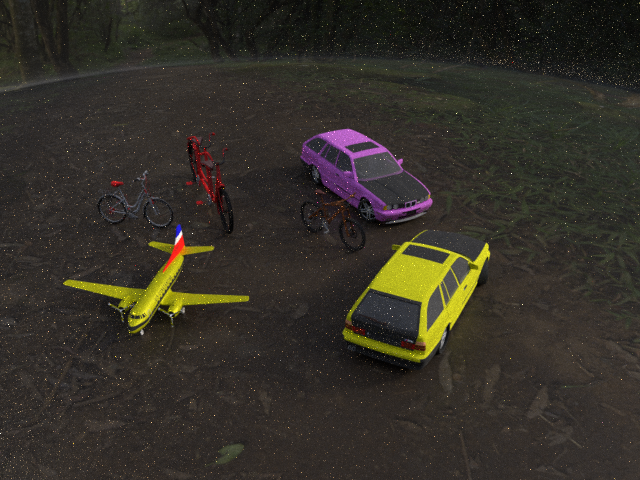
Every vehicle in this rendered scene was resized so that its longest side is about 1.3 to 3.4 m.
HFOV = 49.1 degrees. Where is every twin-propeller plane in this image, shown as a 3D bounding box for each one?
[{"bbox_3d":[-2.245,0.553,9.789,2.663,0.792,2.129,4,29,8],"label":"twin-propeller plane"}]

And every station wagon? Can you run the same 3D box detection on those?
[{"bbox_3d":[0.806,-1.290,13.022,1.327,0.920,3.105,-15,32,-25],"label":"station wagon"},{"bbox_3d":[1.455,0.547,9.666,1.327,0.920,3.105,14,32,24],"label":"station wagon"}]

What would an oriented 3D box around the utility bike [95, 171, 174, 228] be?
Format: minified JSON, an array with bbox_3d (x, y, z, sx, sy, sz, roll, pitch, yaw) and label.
[{"bbox_3d":[-3.169,-0.696,11.910,1.435,0.946,0.535,5,29,10],"label":"utility bike"}]

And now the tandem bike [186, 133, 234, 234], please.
[{"bbox_3d":[-2.013,-1.252,12.531,0.550,1.326,3.192,-11,30,-19],"label":"tandem bike"}]

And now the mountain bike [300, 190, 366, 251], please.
[{"bbox_3d":[0.190,-0.378,11.409,0.573,0.868,1.469,-26,38,-38],"label":"mountain bike"}]
